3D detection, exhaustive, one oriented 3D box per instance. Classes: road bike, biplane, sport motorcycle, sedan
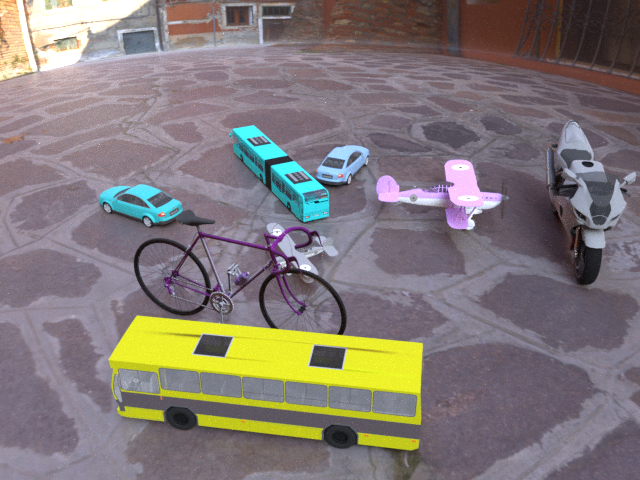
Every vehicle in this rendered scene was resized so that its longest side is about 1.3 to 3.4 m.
[{"bbox_3d":[-1.073,0.453,8.663,3.004,1.656,0.696,12,32,19],"label":"road bike"},{"bbox_3d":[1.974,-0.719,11.355,2.120,0.981,2.598,3,30,6],"label":"biplane"},{"bbox_3d":[-0.271,0.216,10.218,1.090,0.504,1.336,-16,34,-25],"label":"biplane"},{"bbox_3d":[3.928,-0.635,10.598,0.983,1.596,2.955,4,30,7],"label":"sport motorcycle"},{"bbox_3d":[-3.035,-0.657,11.744,1.613,0.483,0.635,17,34,27],"label":"sedan"},{"bbox_3d":[0.451,-1.490,13.179,0.635,0.483,1.613,13,32,21],"label":"sedan"}]

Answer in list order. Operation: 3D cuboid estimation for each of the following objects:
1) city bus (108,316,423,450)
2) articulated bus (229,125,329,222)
[{"bbox_3d":[-0.538,1.544,7.542,3.255,0.894,0.926,4,30,8],"label":"city bus"},{"bbox_3d":[-0.799,-1.285,12.748,0.605,0.561,3.401,-14,33,-22],"label":"articulated bus"}]
